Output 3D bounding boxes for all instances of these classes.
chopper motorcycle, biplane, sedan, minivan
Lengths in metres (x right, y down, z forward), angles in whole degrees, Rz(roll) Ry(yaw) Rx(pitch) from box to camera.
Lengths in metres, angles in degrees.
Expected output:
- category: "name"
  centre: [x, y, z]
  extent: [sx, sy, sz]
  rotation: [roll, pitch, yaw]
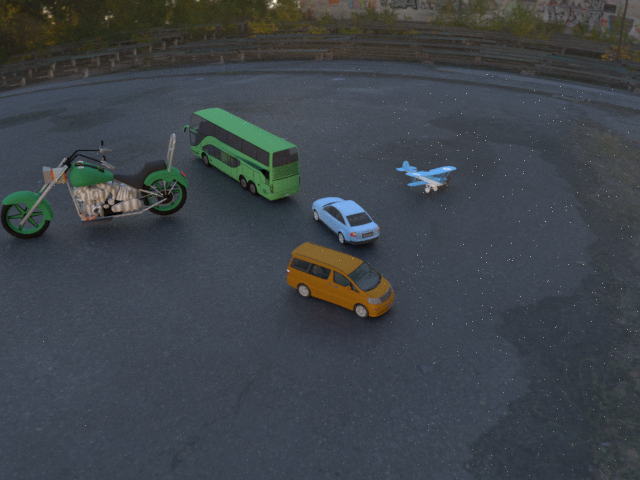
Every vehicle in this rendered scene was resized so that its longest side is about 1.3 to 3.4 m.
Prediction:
- category: "chopper motorcycle"
  centre: [-3.712, -0.900, 11.573]
  extent: [3.040, 1.480, 0.906]
  rotation: [-9, 30, -17]
- category: "biplane"
  centre: [1.967, -1.210, 13.182]
  extent: [1.336, 0.504, 1.090]
  rotation: [-23, 36, -36]
- category: "sedan"
  centre: [0.403, -0.404, 11.703]
  extent: [0.635, 0.483, 1.613]
  rotation: [-14, 31, -24]
- category: "minivan"
  centre: [0.289, 0.543, 9.799]
  extent: [1.548, 0.616, 0.681]
  rotation: [17, 33, 29]

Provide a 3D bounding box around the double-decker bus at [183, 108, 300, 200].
- category: "double-decker bus"
  centre: [-1.561, -1.742, 13.594]
  extent: [0.756, 1.052, 3.251]
  rotation: [-20, 34, -32]
